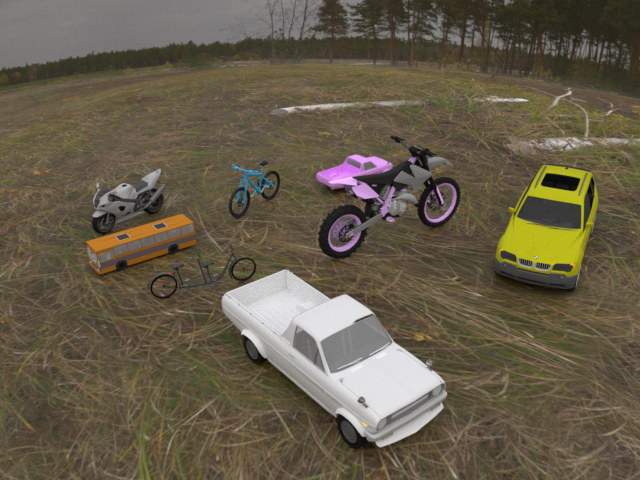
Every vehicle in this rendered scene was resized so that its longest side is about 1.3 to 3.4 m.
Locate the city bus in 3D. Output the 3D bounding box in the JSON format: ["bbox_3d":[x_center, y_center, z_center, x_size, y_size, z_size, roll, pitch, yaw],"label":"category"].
[{"bbox_3d":[-2.830,0.067,11.191,1.674,0.460,0.476,-19,34,-32],"label":"city bus"}]

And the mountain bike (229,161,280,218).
[{"bbox_3d":[-1.182,-0.987,12.733,0.573,0.868,1.469,17,33,29],"label":"mountain bike"}]

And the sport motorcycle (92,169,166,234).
[{"bbox_3d":[-3.344,-0.681,12.210,0.506,0.821,1.520,21,35,34],"label":"sport motorcycle"}]

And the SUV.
[{"bbox_3d":[3.700,-0.309,11.187,1.276,1.128,3.058,13,31,22],"label":"SUV"}]

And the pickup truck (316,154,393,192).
[{"bbox_3d":[0.702,-1.367,13.825,1.603,0.511,0.640,-21,34,-34],"label":"pickup truck"}]

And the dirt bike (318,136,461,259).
[{"bbox_3d":[1.204,-0.723,11.391,2.903,1.666,1.024,-17,32,-28],"label":"dirt bike"}]

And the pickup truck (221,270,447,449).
[{"bbox_3d":[0.060,1.221,8.464,1.244,0.993,3.117,-21,34,-33],"label":"pickup truck"}]

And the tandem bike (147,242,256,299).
[{"bbox_3d":[-1.721,0.436,10.266,1.642,0.682,0.283,-12,30,-21],"label":"tandem bike"}]
